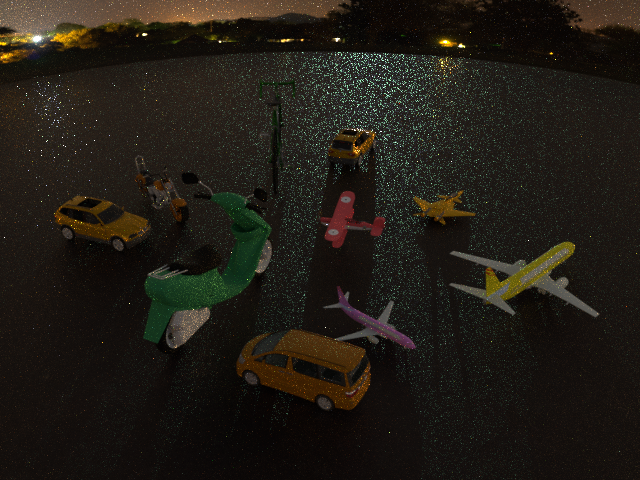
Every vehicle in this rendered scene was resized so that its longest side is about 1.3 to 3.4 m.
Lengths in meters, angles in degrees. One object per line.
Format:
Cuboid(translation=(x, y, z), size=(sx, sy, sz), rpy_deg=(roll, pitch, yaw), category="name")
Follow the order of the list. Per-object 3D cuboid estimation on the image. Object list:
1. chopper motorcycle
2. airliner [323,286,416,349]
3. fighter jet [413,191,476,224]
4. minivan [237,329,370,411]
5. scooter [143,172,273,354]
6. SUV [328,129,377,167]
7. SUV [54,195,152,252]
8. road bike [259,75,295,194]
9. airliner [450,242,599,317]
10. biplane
Cuboid(translation=(-2.700, -0.866, 11.866), size=(0.466, 0.761, 1.563), rpy_deg=(-23, 36, -35), category="chopper motorcycle")
Cuboid(translation=(0.684, 0.995, 8.870), size=(1.307, 0.429, 1.161), rpy_deg=(24, 37, 36), category="airliner")
Cuboid(translation=(2.180, -0.687, 12.033), size=(1.147, 0.286, 1.358), rpy_deg=(19, 34, 30), category="fighter jet")
Cuboid(translation=(-0.214, 1.397, 7.958), size=(1.548, 0.616, 0.681), rpy_deg=(13, 32, 23), category="minivan")
Cuboid(translation=(-1.348, 0.173, 8.950), size=(1.288, 1.786, 2.721), rpy_deg=(14, 32, 24), category="scooter")
Cuboid(translation=(0.655, -1.948, 13.993), size=(0.656, 0.580, 1.572), rpy_deg=(10, 31, 18), category="SUV")
Cuboid(translation=(-3.438, -0.301, 11.039), size=(1.572, 0.580, 0.656), rpy_deg=(11, 31, 19), category="SUV")
Cuboid(translation=(-0.812, -2.053, 13.076), size=(0.696, 1.656, 3.004), rpy_deg=(-1, 29, -1), category="road bike")
Cuboid(translation=(2.935, 0.310, 9.681), size=(2.541, 0.835, 2.257), rpy_deg=(-26, 38, -38), category="airliner")
Cuboid(translation=(0.477, -0.244, 11.014), size=(1.090, 0.504, 1.336), rpy_deg=(7, 30, 12), category="biplane")
